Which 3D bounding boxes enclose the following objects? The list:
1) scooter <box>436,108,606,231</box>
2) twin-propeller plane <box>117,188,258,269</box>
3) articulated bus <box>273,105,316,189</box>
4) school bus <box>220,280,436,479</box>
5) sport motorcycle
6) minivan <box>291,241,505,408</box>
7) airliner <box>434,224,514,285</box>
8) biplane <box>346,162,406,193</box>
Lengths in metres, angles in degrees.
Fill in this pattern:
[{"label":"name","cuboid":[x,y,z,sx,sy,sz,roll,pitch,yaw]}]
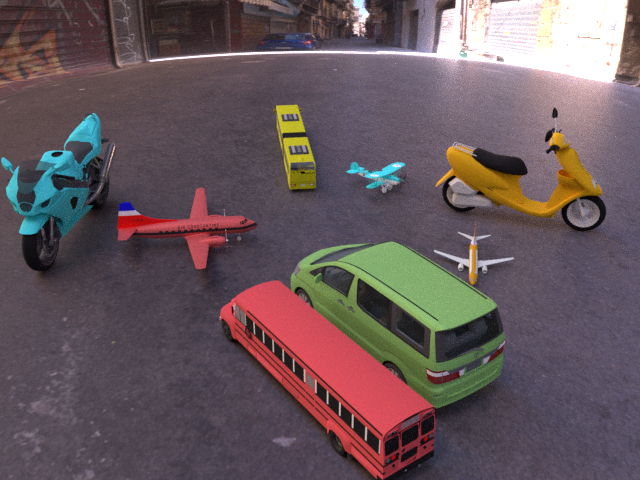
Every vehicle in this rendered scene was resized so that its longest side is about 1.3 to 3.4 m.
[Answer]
[{"label":"scooter","cuboid":[3.249,-1.118,11.218,2.721,1.786,1.288,11,31,18]},{"label":"twin-propeller plane","cuboid":[-2.023,-0.280,10.736,2.129,0.792,2.663,-4,29,-8]},{"label":"articulated bus","cuboid":[-0.511,-1.914,13.903,0.605,0.561,3.401,-3,29,-6]},{"label":"school bus","cuboid":[-0.105,1.339,7.778,0.709,0.844,3.322,-19,34,-30]},{"label":"sport motorcycle","cuboid":[-3.941,-0.808,10.856,0.983,1.596,2.955,2,29,4]},{"label":"minivan","cuboid":[0.804,0.741,8.489,1.324,1.197,3.011,-18,34,-30]},{"label":"airliner","cuboid":[2.255,0.203,10.241,1.161,0.429,1.307,5,30,10]},{"label":"biplane","cuboid":[1.031,-1.161,12.611,1.090,0.504,1.336,17,33,27]}]
